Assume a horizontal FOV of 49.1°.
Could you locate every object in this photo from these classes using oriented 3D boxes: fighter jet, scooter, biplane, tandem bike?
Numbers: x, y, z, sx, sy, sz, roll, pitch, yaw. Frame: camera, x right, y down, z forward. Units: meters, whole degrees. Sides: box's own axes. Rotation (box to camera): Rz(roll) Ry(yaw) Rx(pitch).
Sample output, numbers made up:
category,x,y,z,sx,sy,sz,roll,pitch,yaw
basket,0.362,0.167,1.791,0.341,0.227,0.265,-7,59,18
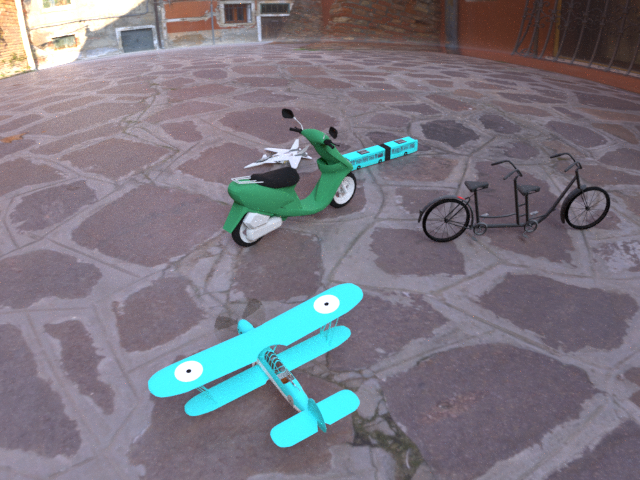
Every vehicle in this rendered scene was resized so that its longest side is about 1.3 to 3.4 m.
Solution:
category,x,y,z,sx,sy,sz,roll,pitch,yaw
fighter jet,-0.875,-1.631,13.598,1.358,0.286,1.147,-18,35,-27
scooter,-0.398,-1.003,11.057,2.721,1.786,1.288,-25,38,-35
biplane,-0.501,1.452,7.686,2.598,0.981,2.120,-16,34,-26
tandem bike,3.080,-0.636,10.887,3.192,1.326,0.550,-5,31,-8

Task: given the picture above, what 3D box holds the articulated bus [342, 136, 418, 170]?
category,x,y,z,sx,sy,sz,roll,pitch,yaw
articulated bus,1.172,-1.694,13.703,1.749,0.289,0.311,-19,36,-29
